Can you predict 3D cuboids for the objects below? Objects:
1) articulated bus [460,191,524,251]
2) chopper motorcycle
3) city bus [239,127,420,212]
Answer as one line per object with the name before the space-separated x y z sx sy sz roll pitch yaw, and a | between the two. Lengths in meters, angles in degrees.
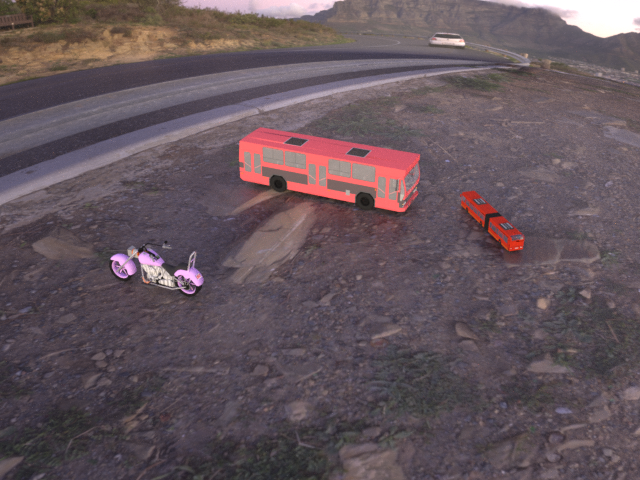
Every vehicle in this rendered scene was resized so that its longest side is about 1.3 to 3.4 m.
articulated bus | 2.852 -0.345 11.705 0.311 0.289 1.749 -8 30 -14
chopper motorcycle | -2.364 0.358 9.983 1.563 0.761 0.466 12 32 21
city bus | 0.135 -1.274 12.731 3.255 0.894 0.926 13 32 21
